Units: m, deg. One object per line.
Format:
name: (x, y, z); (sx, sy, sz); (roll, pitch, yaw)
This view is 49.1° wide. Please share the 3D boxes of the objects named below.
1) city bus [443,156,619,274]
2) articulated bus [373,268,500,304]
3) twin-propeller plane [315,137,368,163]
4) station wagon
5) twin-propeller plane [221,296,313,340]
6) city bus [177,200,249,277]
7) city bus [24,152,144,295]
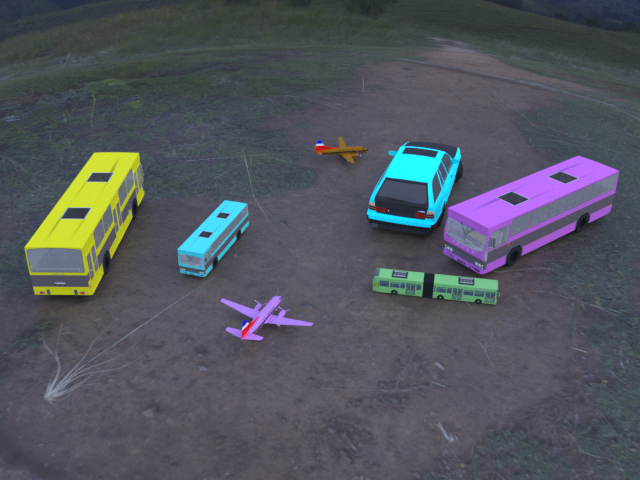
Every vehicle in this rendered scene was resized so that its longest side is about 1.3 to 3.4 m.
city bus: (3.395, -0.426, 11.121); (3.255, 0.894, 0.926); (-21, 36, -31)
articulated bus: (1.630, 0.651, 9.880); (1.749, 0.289, 0.311); (6, 31, 9)
twin-propeller plane: (0.435, -1.833, 14.007); (1.095, 0.407, 1.370); (-5, 31, -8)
station wagon: (1.751, -1.159, 12.347); (1.327, 0.920, 3.105); (10, 32, 16)
twin-propeller plane: (-0.761, 0.973, 9.213); (1.370, 0.407, 1.095); (13, 33, 21)
city bus: (-1.625, -0.033, 10.879); (0.476, 0.460, 1.674); (9, 32, 15)
city bus: (-3.536, -0.320, 10.940); (0.926, 0.894, 3.255); (0, 30, 1)
